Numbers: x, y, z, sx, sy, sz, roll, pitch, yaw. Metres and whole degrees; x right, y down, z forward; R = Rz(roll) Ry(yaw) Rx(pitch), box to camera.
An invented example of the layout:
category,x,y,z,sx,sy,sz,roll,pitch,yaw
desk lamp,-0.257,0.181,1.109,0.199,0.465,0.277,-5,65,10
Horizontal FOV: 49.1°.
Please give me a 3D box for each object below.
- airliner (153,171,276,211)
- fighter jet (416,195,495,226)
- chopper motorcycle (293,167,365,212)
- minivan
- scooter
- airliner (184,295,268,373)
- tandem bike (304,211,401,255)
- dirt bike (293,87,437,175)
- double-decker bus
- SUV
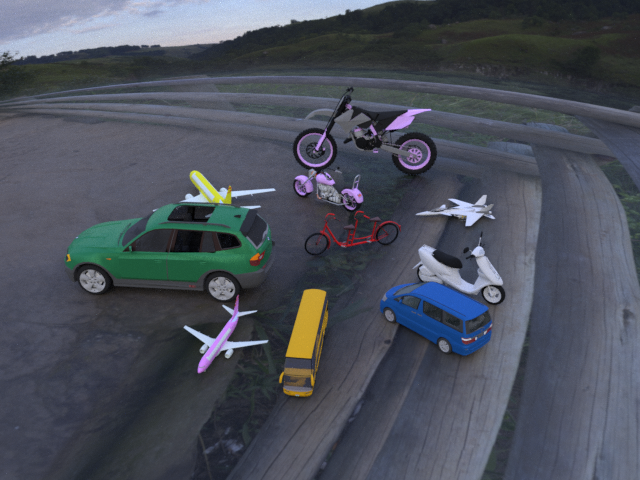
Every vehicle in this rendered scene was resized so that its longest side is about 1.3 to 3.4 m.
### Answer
category,x,y,z,sx,sy,sz,roll,pitch,yaw
airliner,-1.979,-0.996,12.660,2.257,0.835,2.541,-12,30,-22
fighter jet,2.367,-0.559,12.411,1.358,0.286,1.147,-3,27,-5
chopper motorcycle,0.130,-0.999,12.747,1.563,0.761,0.466,21,34,35
minivan,1.483,0.922,9.166,0.681,0.616,1.548,-22,35,-36
scooter,1.983,0.363,9.924,1.399,0.919,0.662,16,31,29
airliner,-1.260,1.190,8.849,1.161,0.429,1.307,8,28,15
tandem bike,0.538,-0.142,11.166,1.642,0.682,0.283,-8,28,-16
dirt bike,0.889,-2.102,13.905,2.903,1.666,1.024,3,27,5
double-decker bus,-0.161,1.248,8.613,0.389,0.541,1.672,3,27,6
SUV,-2.186,0.079,10.248,3.058,1.128,1.276,3,27,6
